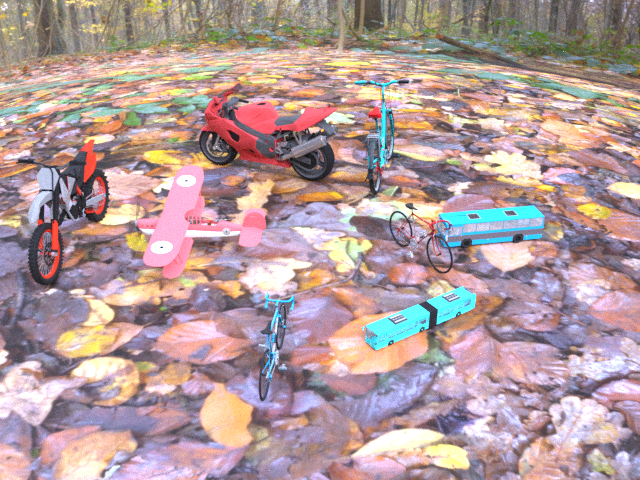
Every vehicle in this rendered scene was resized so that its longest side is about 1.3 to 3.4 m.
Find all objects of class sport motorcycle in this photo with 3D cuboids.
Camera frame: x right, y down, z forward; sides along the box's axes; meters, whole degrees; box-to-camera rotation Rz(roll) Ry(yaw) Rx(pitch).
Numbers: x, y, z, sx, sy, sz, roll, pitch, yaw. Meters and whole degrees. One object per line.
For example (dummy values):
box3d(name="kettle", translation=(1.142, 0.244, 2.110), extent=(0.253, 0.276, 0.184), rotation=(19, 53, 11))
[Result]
box3d(name="sport motorcycle", translation=(-1.054, -2.048, 13.524), extent=(2.955, 1.596, 0.983), rotation=(11, 31, 18))

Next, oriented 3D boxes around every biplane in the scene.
box3d(name="biplane", translation=(-1.894, -0.184, 10.838), extent=(2.120, 0.981, 2.598), rotation=(2, 29, 3))

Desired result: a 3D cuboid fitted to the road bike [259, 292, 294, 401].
box3d(name="road bike", translation=(-0.565, 1.223, 8.466), extent=(0.358, 0.852, 1.545), rotation=(4, 30, 7))

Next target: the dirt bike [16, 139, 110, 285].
box3d(name="dirt bike", translation=(-3.889, -0.603, 10.882), extent=(1.024, 1.666, 2.903), rotation=(2, 29, 4))

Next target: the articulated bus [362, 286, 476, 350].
box3d(name="articulated bus", translation=(1.360, 1.031, 9.383), extent=(1.749, 0.289, 0.311), rotation=(-18, 34, -28))

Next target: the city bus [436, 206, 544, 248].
box3d(name="city bus", translation=(2.769, -0.207, 11.410), extent=(1.674, 0.460, 0.476), rotation=(-5, 30, -9))

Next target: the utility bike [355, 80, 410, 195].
box3d(name="utility bike", translation=(1.092, -2.077, 13.328), extent=(1.039, 1.839, 2.791), rotation=(7, 30, 12))

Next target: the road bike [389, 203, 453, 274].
box3d(name="road bike", translation=(1.543, -0.091, 10.803), extent=(0.358, 0.852, 1.545), rotation=(-17, 33, -27))
